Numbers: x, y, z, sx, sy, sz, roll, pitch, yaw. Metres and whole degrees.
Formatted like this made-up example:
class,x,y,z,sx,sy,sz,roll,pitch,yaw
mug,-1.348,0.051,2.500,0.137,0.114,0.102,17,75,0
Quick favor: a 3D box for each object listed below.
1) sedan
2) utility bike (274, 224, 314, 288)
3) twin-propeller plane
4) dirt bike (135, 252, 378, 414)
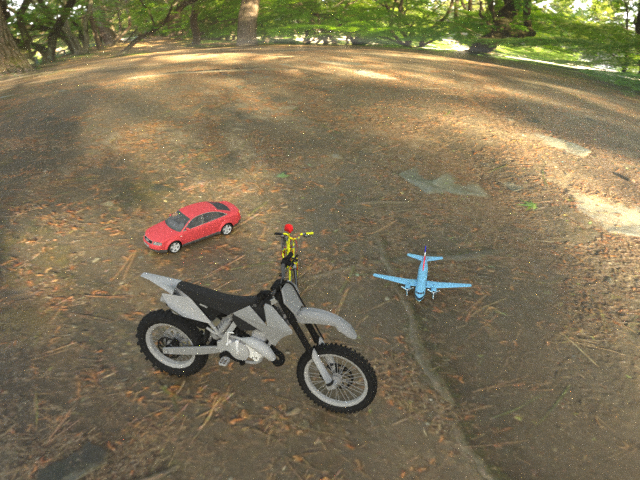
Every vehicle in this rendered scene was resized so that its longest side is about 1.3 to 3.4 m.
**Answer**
class,x,y,z,sx,sy,sz,roll,pitch,yaw
sedan,-2.020,-0.266,11.078,1.613,0.483,0.635,-21,37,-32
utility bike,-0.381,0.201,9.819,0.535,0.946,1.435,-5,31,-8
twin-propeller plane,1.443,0.486,9.864,1.370,0.407,1.095,6,31,10
dirt bike,-0.763,1.027,7.687,2.903,1.666,1.024,9,32,16
